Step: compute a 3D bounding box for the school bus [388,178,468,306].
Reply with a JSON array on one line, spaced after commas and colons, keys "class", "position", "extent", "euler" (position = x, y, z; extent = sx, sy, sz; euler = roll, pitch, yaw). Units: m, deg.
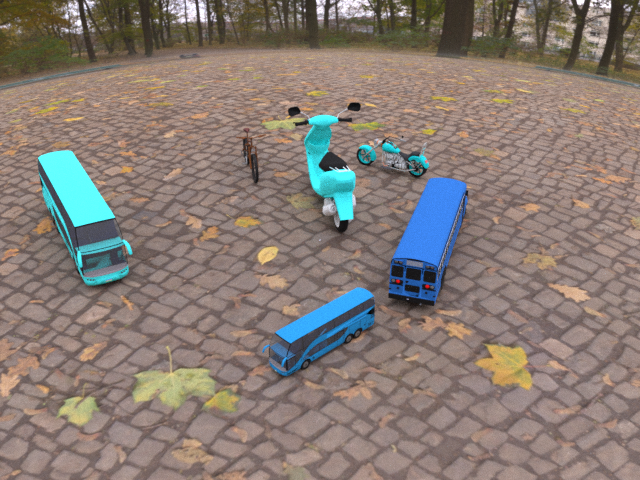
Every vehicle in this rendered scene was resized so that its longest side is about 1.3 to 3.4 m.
[{"class": "school bus", "position": [1.784, -0.143, 10.965], "extent": [0.709, 0.844, 3.322], "euler": [9, 31, 16]}]

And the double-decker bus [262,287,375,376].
[{"class": "double-decker bus", "position": [0.031, 1.171, 8.981], "extent": [1.672, 0.541, 0.389], "euler": [-25, 38, -36]}]

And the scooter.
[{"class": "scooter", "position": [0.145, -1.396, 12.200], "extent": [1.288, 1.786, 2.721], "euler": [-6, 30, -11]}]

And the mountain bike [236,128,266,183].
[{"class": "mountain bike", "position": [-1.371, -1.727, 13.699], "extent": [0.573, 0.868, 1.469], "euler": [-8, 31, -13]}]

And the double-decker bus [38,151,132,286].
[{"class": "double-decker bus", "position": [-3.839, -0.401, 11.204], "extent": [0.756, 1.052, 3.251], "euler": [-16, 33, -25]}]

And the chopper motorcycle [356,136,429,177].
[{"class": "chopper motorcycle", "position": [1.423, -1.708, 13.773], "extent": [1.563, 0.761, 0.466], "euler": [18, 35, 29]}]
